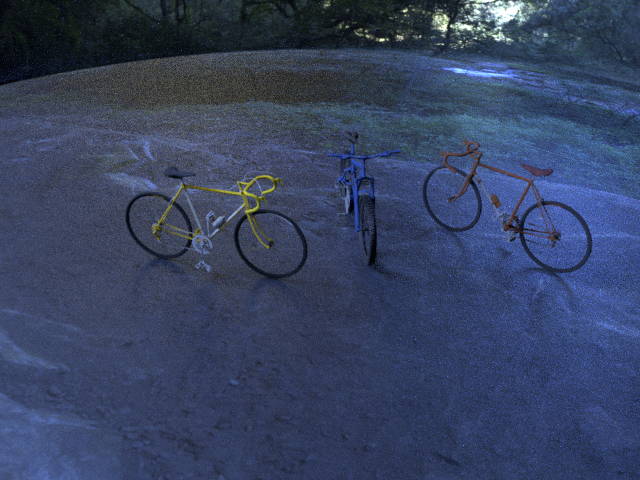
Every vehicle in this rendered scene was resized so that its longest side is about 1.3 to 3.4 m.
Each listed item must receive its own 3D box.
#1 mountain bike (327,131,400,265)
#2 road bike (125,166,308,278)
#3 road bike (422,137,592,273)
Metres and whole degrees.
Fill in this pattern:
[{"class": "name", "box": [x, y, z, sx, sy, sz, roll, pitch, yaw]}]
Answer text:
[{"class": "mountain bike", "box": [0.594, -0.853, 11.380, 1.114, 1.688, 2.857, -4, 30, -7]}, {"class": "road bike", "box": [-1.612, -0.290, 10.439, 3.004, 1.656, 0.697, 9, 31, 15]}, {"class": "road bike", "box": [2.846, -0.573, 10.928, 3.004, 1.656, 0.697, 25, 39, 37]}]
